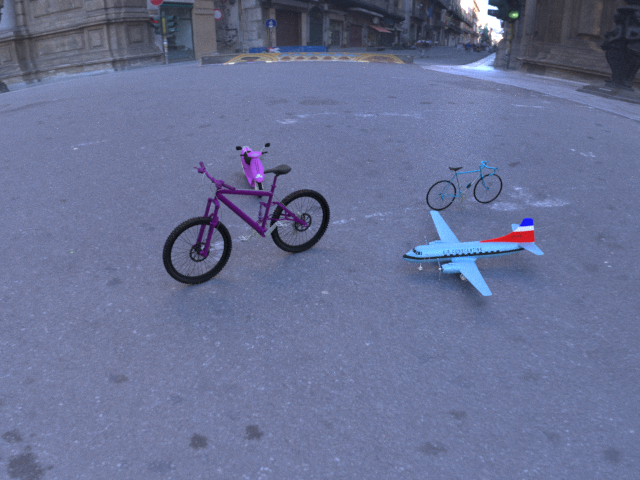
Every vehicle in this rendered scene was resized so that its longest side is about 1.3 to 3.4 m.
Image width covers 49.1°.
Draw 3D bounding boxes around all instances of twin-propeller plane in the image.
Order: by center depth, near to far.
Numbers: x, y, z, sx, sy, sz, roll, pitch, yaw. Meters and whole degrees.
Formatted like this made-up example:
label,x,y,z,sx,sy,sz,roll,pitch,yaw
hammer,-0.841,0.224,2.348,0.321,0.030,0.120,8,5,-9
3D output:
label,x,y,z,sx,sy,sz,roll,pitch,yaw
twin-propeller plane,2.318,0.072,10.831,2.129,0.792,2.663,-4,29,-7

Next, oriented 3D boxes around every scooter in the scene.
label,x,y,z,sx,sy,sz,roll,pitch,yaw
scooter,-1.302,-1.462,13.485,0.662,0.919,1.399,-9,30,-15

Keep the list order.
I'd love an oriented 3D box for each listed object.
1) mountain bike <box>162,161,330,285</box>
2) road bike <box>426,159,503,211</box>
label,x,y,z,sx,sy,sz,roll,pitch,yaw
mountain bike,-1.062,-0.333,10.638,2.857,1.688,1.114,-17,33,-28
road bike,2.639,-0.984,12.687,1.545,0.852,0.358,-9,30,-16
